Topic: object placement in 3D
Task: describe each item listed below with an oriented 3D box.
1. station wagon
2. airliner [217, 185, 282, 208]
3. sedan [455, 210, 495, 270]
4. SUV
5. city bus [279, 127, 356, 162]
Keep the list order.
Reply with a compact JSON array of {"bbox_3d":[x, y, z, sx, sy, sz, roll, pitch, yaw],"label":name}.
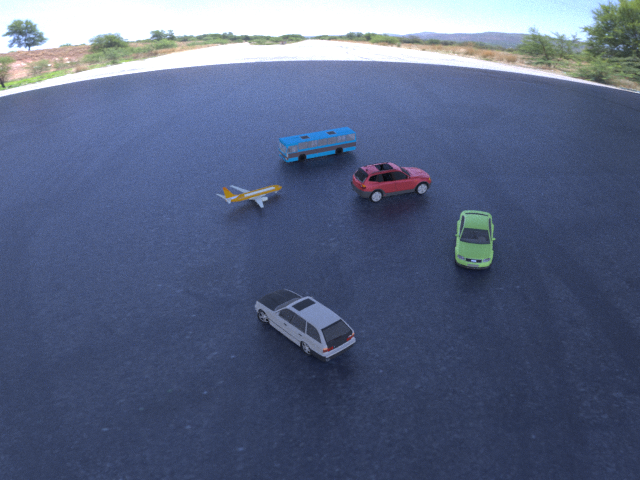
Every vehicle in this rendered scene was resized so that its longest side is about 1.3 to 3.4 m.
[{"bbox_3d":[-0.241,1.059,9.584,0.682,0.473,1.597,-23,37,-35],"label":"station wagon"},{"bbox_3d":[-1.271,-0.951,13.225,1.307,0.429,1.161,-19,35,-31],"label":"airliner"},{"bbox_3d":[2.566,-0.067,11.589,0.635,0.483,1.613,6,30,11],"label":"sedan"},{"bbox_3d":[1.383,-1.178,13.478,1.572,0.580,0.656,-11,31,-18],"label":"SUV"},{"bbox_3d":[-0.048,-2.055,15.172,1.674,0.460,0.476,-13,32,-22],"label":"city bus"}]
